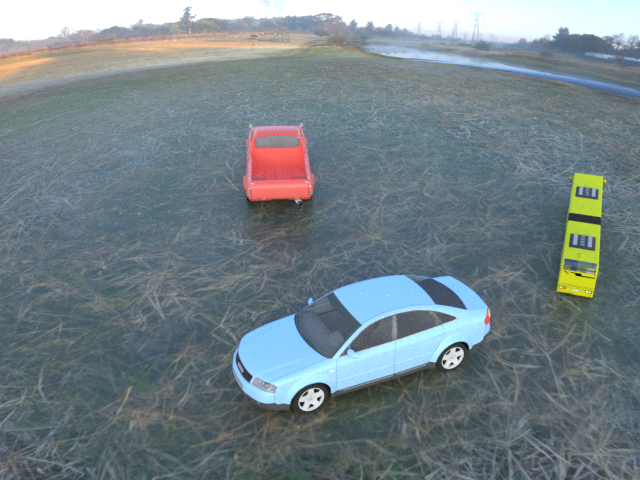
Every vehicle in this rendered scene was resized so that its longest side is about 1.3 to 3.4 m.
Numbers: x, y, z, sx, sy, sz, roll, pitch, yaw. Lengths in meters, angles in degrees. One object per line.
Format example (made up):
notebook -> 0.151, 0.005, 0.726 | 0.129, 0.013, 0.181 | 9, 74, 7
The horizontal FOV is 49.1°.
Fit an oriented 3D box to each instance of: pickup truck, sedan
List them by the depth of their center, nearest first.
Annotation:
sedan -> 0.515, 1.058, 8.173 | 3.137, 0.940, 1.235 | -12, 30, -21
pickup truck -> -0.782, -1.536, 12.945 | 1.244, 0.993, 3.117 | -2, 28, -4

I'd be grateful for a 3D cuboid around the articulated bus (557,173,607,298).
articulated bus -> 4.081, -0.183, 10.883 | 0.605, 0.561, 3.401 | 10, 30, 18
